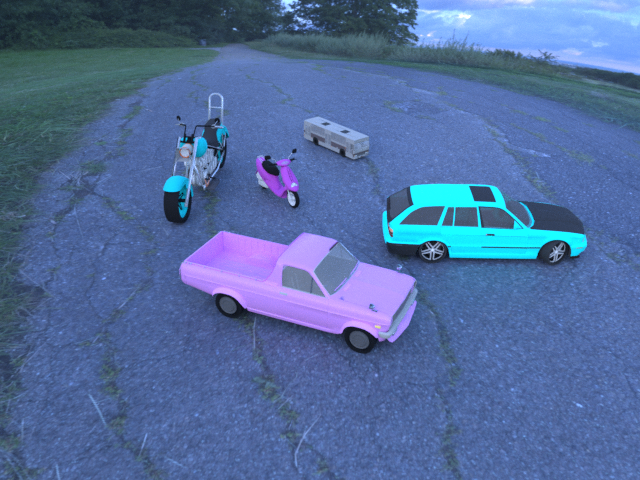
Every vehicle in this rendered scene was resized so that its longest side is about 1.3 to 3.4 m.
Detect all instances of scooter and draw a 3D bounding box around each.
[{"bbox_3d":[-0.771,-1.185,12.502,0.662,0.919,1.399,-18,33,-30],"label":"scooter"}]

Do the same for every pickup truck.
[{"bbox_3d":[-0.296,0.498,9.292,3.117,0.993,1.244,12,31,21],"label":"pickup truck"}]

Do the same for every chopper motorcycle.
[{"bbox_3d":[-2.204,-1.525,12.542,0.906,1.480,3.040,4,29,8],"label":"chopper motorcycle"}]

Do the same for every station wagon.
[{"bbox_3d":[2.540,-0.311,10.872,3.105,0.920,1.327,1,28,2],"label":"station wagon"}]

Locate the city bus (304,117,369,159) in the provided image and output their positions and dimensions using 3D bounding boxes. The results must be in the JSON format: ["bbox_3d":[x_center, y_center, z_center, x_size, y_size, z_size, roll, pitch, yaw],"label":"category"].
[{"bbox_3d":[0.327,-2.147,14.775,0.476,0.460,1.674,-21,35,-34],"label":"city bus"}]
